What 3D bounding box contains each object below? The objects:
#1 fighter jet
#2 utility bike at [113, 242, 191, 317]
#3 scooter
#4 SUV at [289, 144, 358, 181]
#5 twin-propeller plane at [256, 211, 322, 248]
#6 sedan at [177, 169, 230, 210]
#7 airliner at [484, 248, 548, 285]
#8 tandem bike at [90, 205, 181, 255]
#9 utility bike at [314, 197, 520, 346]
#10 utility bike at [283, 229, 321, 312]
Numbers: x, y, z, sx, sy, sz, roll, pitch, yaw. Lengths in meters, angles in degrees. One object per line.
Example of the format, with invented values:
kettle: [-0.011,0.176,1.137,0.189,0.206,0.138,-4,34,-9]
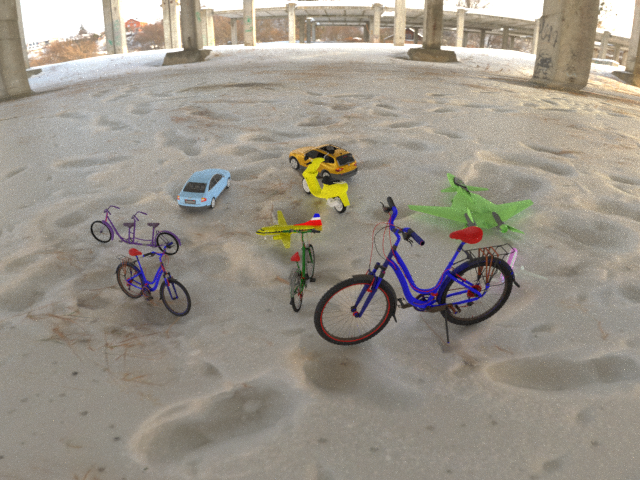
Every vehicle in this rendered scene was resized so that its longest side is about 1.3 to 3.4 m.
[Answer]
fighter jet: [2.632,-0.843,12.420,2.229,0.557,2.640,-3,28,-5]
utility bike: [-2.280,0.464,9.523,1.435,0.946,0.535,17,32,28]
scooter: [0.079,-1.073,12.470,0.662,0.919,1.399,-18,33,-30]
SUV: [0.049,-1.597,13.828,0.656,0.580,1.572,-23,35,-36]
twin-propeller plane: [-0.505,-0.221,11.400,1.095,0.407,1.370,-4,28,-7]
sedan: [-2.102,-1.014,12.825,0.635,0.483,1.613,5,28,10]
airliner: [2.799,0.314,10.360,1.161,0.429,1.307,11,30,20]
tandem bike: [-2.923,-0.157,10.984,1.642,0.682,0.283,9,29,17]
utility bike: [1.297,0.472,8.547,2.791,1.839,1.039,-8,29,-14]
utility bike: [-0.291,0.346,9.745,0.535,0.946,1.435,5,28,10]
